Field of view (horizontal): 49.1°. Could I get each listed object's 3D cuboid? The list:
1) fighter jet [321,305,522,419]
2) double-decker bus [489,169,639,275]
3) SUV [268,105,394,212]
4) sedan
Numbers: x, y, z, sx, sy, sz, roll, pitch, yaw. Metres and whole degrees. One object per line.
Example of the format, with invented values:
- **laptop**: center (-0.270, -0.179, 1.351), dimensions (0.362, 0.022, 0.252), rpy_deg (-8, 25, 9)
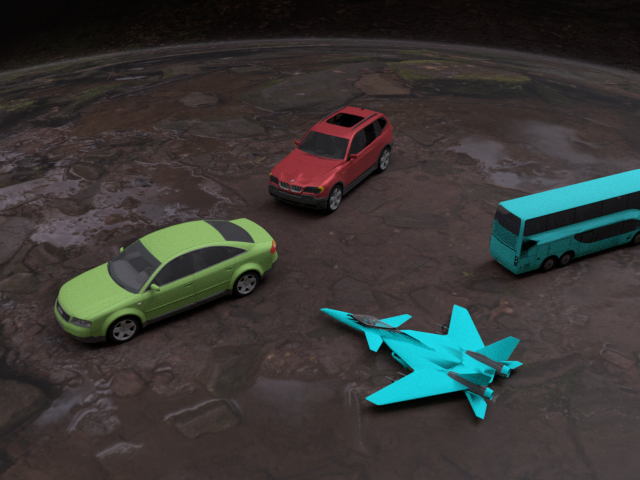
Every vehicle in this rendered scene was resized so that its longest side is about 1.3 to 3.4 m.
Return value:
- **fighter jet**: center (1.077, 1.187, 8.714), dimensions (2.640, 0.557, 2.229), rpy_deg (21, 37, 30)
- **double-decker bus**: center (4.119, -0.327, 10.756), dimensions (3.251, 1.052, 0.756), rpy_deg (-13, 33, -21)
- **SUV**: center (0.268, -1.572, 12.756), dimensions (1.276, 1.128, 3.058), rpy_deg (17, 35, 26)
- **sedan**: center (-2.072, 0.408, 9.640), dimensions (3.137, 0.940, 1.235), rpy_deg (-20, 36, -30)
